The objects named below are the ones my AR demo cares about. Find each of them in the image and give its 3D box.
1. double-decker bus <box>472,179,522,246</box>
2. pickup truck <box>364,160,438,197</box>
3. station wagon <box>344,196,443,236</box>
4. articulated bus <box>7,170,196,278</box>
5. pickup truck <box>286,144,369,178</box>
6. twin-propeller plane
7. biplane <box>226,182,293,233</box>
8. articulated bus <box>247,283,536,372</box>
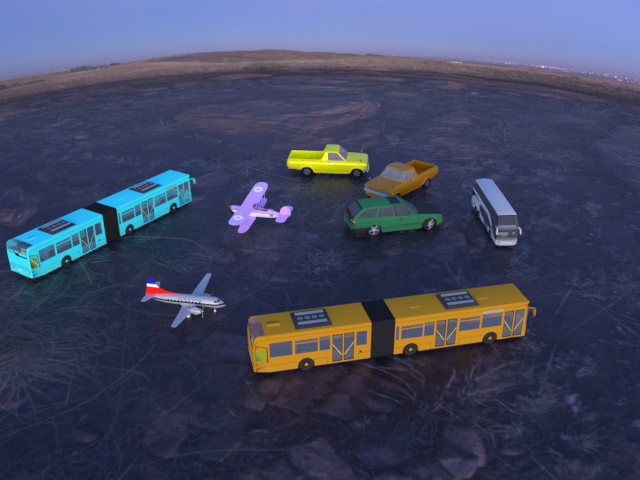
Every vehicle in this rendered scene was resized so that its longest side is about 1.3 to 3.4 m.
[{"bbox_3d":[2.828,-0.454,11.355,0.389,0.541,1.672,-1,26,-2],"label":"double-decker bus"},{"bbox_3d":[1.500,-1.143,12.774,0.640,0.511,1.603,22,34,36],"label":"pickup truck"},{"bbox_3d":[1.210,-0.443,11.410,1.597,0.473,0.682,-6,27,-12],"label":"station wagon"},{"bbox_3d":[-3.322,-0.338,11.099,0.605,0.561,3.401,16,30,28],"label":"articulated bus"},{"bbox_3d":[0.162,-1.567,13.627,1.603,0.511,0.640,2,27,5],"label":"pickup truck"},{"bbox_3d":[-1.757,0.728,9.130,1.095,0.407,1.370,5,27,10],"label":"twin-propeller plane"},{"bbox_3d":[-0.999,-0.454,11.396,1.090,0.504,1.336,8,27,15],"label":"biplane"},{"bbox_3d":[0.860,1.033,8.344,3.401,0.561,0.605,-6,27,-12],"label":"articulated bus"}]
